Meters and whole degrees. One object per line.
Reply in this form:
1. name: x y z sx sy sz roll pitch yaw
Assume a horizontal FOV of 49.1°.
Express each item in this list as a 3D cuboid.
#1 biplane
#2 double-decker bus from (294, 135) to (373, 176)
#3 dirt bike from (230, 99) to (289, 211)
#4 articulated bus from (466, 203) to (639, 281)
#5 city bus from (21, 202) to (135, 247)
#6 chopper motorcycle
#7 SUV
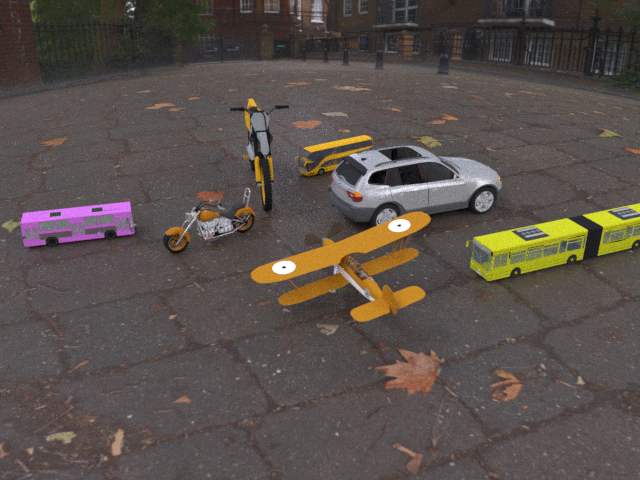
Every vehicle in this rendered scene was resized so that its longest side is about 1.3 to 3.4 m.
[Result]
1. biplane: 0.445 0.456 9.208 2.598 0.981 2.120 -12 29 -22
2. double-decker bus: 0.303 -1.671 13.921 1.672 0.541 0.389 -16 31 -29
3. dirt bike: -1.103 -1.718 12.763 1.024 1.666 2.903 -5 27 -9
4. articulated bus: 3.810 -0.008 10.596 3.401 0.561 0.605 -11 29 -20
5. city bus: -3.841 -0.238 11.166 1.674 0.460 0.476 -7 28 -14
6. chopper motorcycle: -1.723 -0.313 10.979 1.563 0.761 0.466 -17 31 -30
7. SUV: 1.664 -1.022 11.979 3.058 1.128 1.276 -11 29 -20
